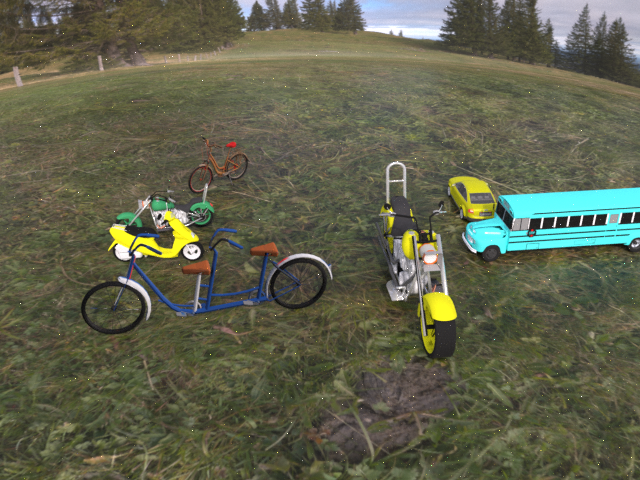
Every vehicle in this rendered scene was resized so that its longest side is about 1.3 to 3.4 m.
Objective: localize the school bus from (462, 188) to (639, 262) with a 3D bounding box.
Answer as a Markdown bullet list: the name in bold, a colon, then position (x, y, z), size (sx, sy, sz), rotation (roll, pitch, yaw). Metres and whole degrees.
- **school bus**: position (3.861, -0.278, 10.703), size (3.322, 0.844, 0.709), rotation (-4, 28, -7)

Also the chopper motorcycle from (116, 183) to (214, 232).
- **chopper motorcycle**: position (-2.477, -0.476, 11.162), size (1.563, 0.761, 0.466), rotation (-7, 29, -13)

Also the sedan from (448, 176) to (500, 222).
- **sedan**: position (2.624, -0.782, 12.025), size (0.635, 0.483, 1.613), rotation (-2, 28, -4)

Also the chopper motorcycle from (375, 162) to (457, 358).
- **chopper motorcycle**: position (1.254, 0.170, 9.196), size (0.906, 1.480, 3.040), rotation (-3, 28, -6)

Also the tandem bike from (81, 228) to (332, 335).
- **tandem bike**: position (-1.381, 0.468, 8.804), size (3.192, 1.326, 0.550), rotation (-7, 29, -13)

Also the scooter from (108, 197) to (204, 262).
- **scooter**: position (-2.428, -0.088, 10.271), size (1.399, 0.919, 0.662), rotation (-1, 28, -2)

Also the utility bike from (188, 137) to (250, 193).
- **utility bike**: position (-1.788, -1.401, 12.689), size (0.535, 0.946, 1.435), rotation (24, 37, 38)
